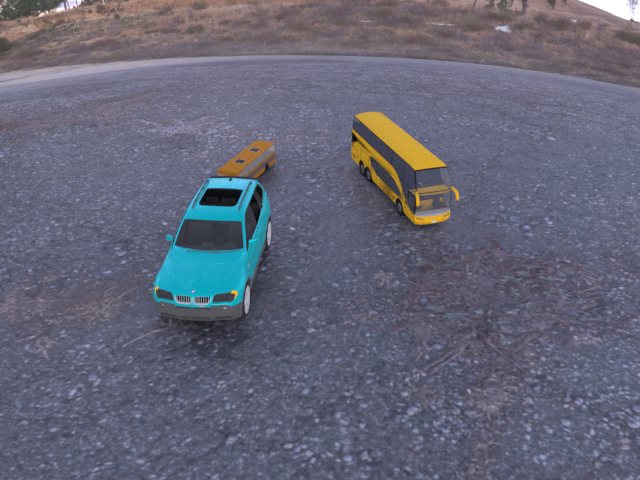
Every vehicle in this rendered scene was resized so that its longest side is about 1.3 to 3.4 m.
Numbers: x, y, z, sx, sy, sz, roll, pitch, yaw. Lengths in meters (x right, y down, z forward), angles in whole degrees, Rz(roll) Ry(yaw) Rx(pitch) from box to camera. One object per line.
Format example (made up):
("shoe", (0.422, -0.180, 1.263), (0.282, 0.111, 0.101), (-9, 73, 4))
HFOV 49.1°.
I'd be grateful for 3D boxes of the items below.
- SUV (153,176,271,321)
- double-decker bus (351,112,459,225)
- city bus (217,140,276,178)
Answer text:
("SUV", (-1.473, 0.016, 10.106), (1.276, 1.128, 3.058), (3, 29, 5))
("double-decker bus", (1.412, -1.336, 12.657), (0.756, 1.052, 3.251), (-9, 30, -16))
("city bus", (-1.379, -1.399, 13.390), (0.476, 0.460, 1.674), (10, 30, 18))
